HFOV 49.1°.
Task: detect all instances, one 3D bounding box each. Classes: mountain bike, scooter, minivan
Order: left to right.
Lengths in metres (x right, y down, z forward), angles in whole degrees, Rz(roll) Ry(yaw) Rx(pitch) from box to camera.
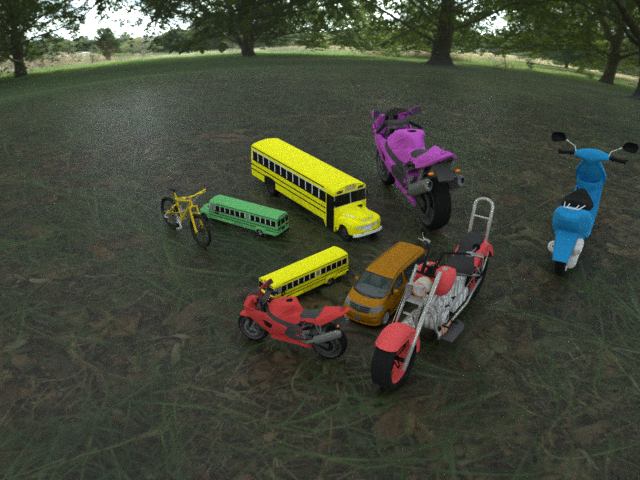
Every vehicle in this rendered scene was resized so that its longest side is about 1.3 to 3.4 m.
[{"bbox_3d":[-2.237,-0.443,11.521,0.573,0.868,1.469,-23,35,-36],"label":"mountain bike"},{"bbox_3d":[0.939,0.598,9.799,0.681,0.616,1.548,18,32,30],"label":"minivan"},{"bbox_3d":[4.089,-0.663,10.949,1.288,1.786,2.721,14,30,24],"label":"scooter"}]

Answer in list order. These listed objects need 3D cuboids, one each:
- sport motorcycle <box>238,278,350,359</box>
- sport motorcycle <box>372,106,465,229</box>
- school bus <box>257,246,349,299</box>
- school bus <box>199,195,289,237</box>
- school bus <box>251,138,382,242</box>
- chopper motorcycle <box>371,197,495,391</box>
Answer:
[{"bbox_3d":[-0.347,1.018,8.771,1.520,0.821,0.506,10,29,18],"label":"sport motorcycle"},{"bbox_3d":[1.628,-1.363,12.497,0.983,1.596,2.955,-8,29,-15],"label":"sport motorcycle"},{"bbox_3d":[-0.316,0.573,10.043,1.708,0.434,0.365,-23,35,-36],"label":"school bus"},{"bbox_3d":[-1.331,-0.429,11.963,1.708,0.434,0.365,15,31,27],"label":"school bus"},{"bbox_3d":[-0.129,-0.962,12.541,0.709,0.844,3.322,-18,32,-30],"label":"school bus"},{"bbox_3d":[1.502,0.599,8.862,0.906,1.480,3.040,17,32,29],"label":"chopper motorcycle"}]
